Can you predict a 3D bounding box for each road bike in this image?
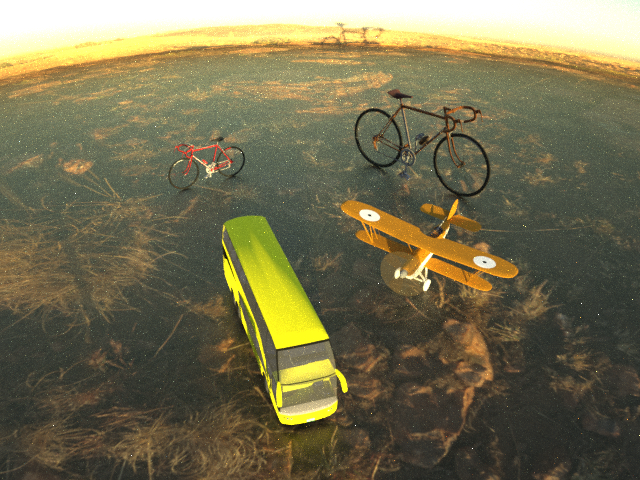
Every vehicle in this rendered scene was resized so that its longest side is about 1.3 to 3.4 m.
[{"bbox_3d":[-2.051,-1.435,12.737,1.545,0.852,0.358,-19,35,-29],"label":"road bike"},{"bbox_3d":[1.780,-1.829,12.615,3.004,1.656,0.696,25,38,36],"label":"road bike"}]

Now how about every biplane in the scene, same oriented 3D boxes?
[{"bbox_3d":[1.618,0.060,10.049,2.598,0.981,2.120,16,34,25],"label":"biplane"}]

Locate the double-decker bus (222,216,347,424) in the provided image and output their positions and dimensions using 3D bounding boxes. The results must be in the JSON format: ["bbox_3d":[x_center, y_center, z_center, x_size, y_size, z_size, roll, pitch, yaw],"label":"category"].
[{"bbox_3d":[-0.569,0.874,8.586,0.756,1.052,3.251,-9,32,-15],"label":"double-decker bus"}]
